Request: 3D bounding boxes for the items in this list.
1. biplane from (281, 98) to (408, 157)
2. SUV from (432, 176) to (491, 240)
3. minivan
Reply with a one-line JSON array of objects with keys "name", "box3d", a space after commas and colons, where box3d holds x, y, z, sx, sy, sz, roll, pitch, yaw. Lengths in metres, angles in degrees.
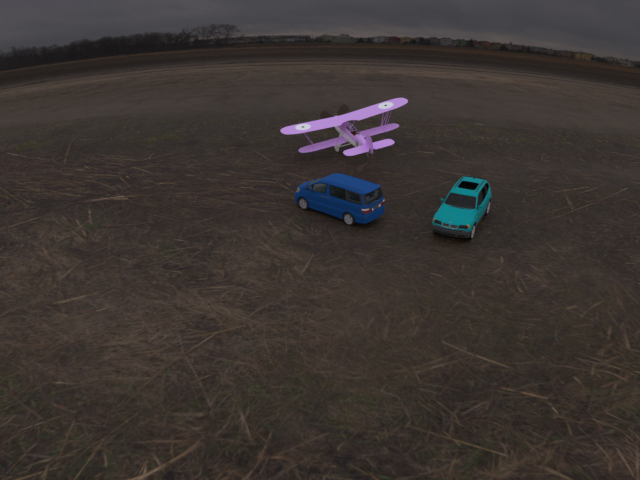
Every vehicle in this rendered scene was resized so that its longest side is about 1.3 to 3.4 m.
[{"name": "biplane", "box3d": [0.587, -2.030, 13.477, 2.598, 0.981, 2.120, -9, 29, -16]}, {"name": "SUV", "box3d": [2.265, -0.544, 11.047, 0.656, 0.580, 1.572, 12, 30, 23]}, {"name": "minivan", "box3d": [0.291, -0.731, 11.368, 1.548, 0.616, 0.681, 21, 34, 34]}]
